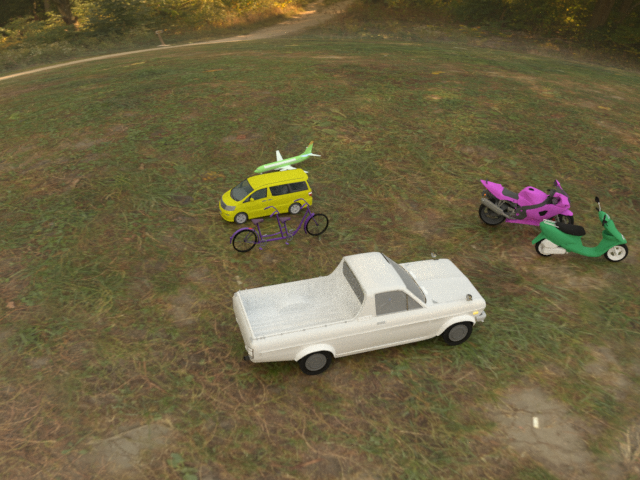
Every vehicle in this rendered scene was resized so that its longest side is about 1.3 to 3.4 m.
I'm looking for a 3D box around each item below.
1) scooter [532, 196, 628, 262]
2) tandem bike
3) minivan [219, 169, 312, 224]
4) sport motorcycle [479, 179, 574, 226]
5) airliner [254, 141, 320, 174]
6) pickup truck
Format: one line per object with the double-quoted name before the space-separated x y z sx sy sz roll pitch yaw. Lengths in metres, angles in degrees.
"scooter" 3.895 -0.111 10.362 1.399 0.919 0.662 5 31 8
"tandem bike" -0.612 -0.231 10.792 1.642 0.682 0.283 -13 33 -20
"minivan" -0.921 -0.751 11.722 1.548 0.616 0.681 -11 33 -18
"sport motorcycle" 3.291 -0.540 11.172 1.520 0.821 0.506 9 32 14
"airliner" -0.663 -1.542 13.222 1.307 0.429 1.161 -18 35 -27
"pickup truck" 0.499 0.794 8.783 3.117 0.993 1.244 -9 32 -15
